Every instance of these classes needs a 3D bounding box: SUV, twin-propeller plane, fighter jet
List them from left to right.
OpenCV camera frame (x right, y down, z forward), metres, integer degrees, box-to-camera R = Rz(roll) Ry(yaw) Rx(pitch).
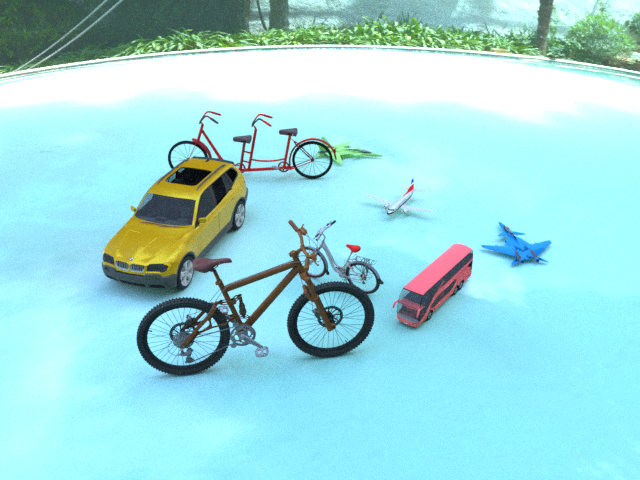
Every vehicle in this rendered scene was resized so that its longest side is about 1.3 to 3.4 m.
[{"bbox_3d":[-2.165,-0.362,10.863,1.276,1.128,3.058,9,31,16],"label":"SUV"},{"bbox_3d":[0.629,-1.855,14.346,1.358,0.286,1.147,6,30,10],"label":"fighter jet"},{"bbox_3d":[1.420,-0.719,12.222,1.370,0.407,1.095,16,33,26],"label":"twin-propeller plane"},{"bbox_3d":[3.105,-0.051,11.169,1.147,0.286,1.358,-4,30,-7],"label":"fighter jet"}]

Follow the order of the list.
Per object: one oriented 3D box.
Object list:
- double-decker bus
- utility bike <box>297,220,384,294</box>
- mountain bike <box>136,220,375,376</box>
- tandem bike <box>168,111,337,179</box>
[{"bbox_3d":[1.608,0.622,9.725,0.389,0.541,1.672,20,35,31],"label":"double-decker bus"},{"bbox_3d":[0.233,0.284,9.911,1.435,0.946,0.535,16,33,26],"label":"utility bike"},{"bbox_3d":[-0.732,0.805,8.242,2.857,1.688,1.114,-5,30,-10],"label":"mountain bike"},{"bbox_3d":[-1.281,-1.749,13.106,3.192,1.326,0.550,0,30,0],"label":"tandem bike"}]
